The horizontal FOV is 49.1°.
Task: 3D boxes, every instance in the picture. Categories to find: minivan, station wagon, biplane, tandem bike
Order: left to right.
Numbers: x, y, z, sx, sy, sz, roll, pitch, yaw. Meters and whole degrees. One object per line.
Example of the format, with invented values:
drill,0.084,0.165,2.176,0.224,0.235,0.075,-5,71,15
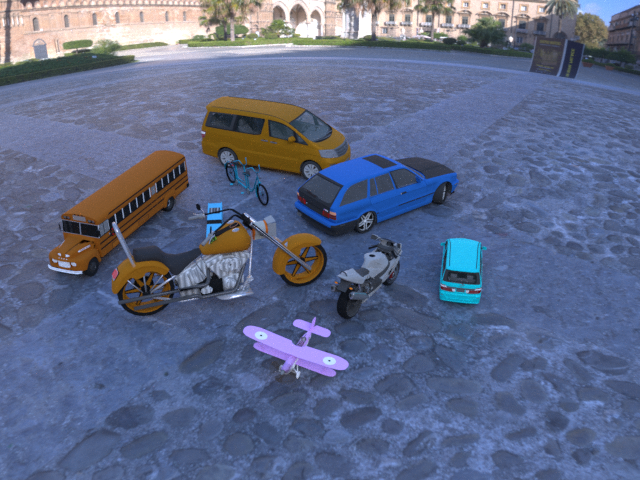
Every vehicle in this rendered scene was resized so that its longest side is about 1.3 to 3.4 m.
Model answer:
tandem bike,-1.378,-1.179,12.945,0.283,0.682,1.642,-18,34,-30
minivan,-0.869,-2.076,14.041,3.011,1.197,1.324,11,31,19
biplane,-0.239,1.335,8.566,1.336,0.504,1.090,10,30,18
station wagon,1.085,-0.987,12.351,3.105,0.920,1.327,-20,35,-32
minivan,2.083,0.338,10.260,0.681,0.616,1.548,6,29,10

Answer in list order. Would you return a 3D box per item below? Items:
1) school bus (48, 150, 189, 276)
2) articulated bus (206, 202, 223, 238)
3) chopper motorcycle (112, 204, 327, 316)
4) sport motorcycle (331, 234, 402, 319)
school bus,-3.261,-0.515,11.573,0.709,0.844,3.322,9,30,16
articulated bus,-1.725,-0.137,11.461,0.311,0.289,1.749,-3,29,-6
chopper motorcycle,-1.339,0.191,9.632,3.040,1.480,0.906,-11,31,-19
sport motorcycle,0.700,0.494,9.764,0.506,0.821,1.520,20,35,32
